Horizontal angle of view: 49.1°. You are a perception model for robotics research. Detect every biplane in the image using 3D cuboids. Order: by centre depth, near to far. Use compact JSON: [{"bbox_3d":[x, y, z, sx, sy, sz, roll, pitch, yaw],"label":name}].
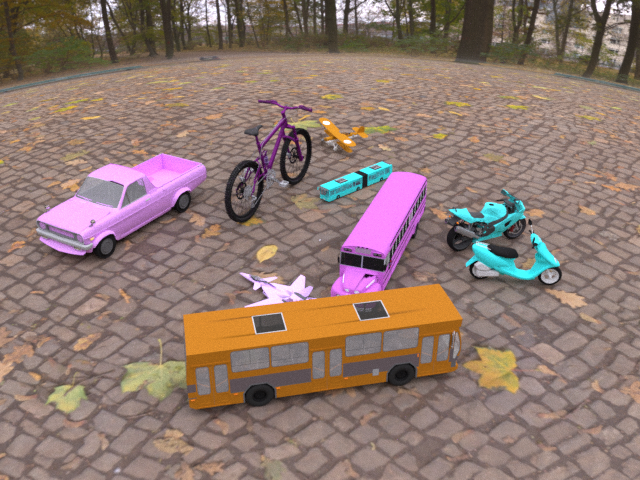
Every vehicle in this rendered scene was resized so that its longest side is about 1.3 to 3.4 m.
[{"bbox_3d":[0.506,-2.219,15.064,1.090,0.504,1.336,-16,33,-25],"label":"biplane"}]

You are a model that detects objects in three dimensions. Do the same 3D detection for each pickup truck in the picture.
[{"bbox_3d":[-3.301,-0.762,11.970,1.244,0.993,3.117,16,33,26],"label":"pickup truck"}]

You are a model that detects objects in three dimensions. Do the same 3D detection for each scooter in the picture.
[{"bbox_3d":[2.881,0.222,10.295,1.399,0.919,0.662,5,30,8],"label":"scooter"}]

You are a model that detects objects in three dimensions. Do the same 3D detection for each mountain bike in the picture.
[{"bbox_3d":[-0.864,-1.474,12.529,1.114,1.688,2.857,15,33,24],"label":"mountain bike"}]

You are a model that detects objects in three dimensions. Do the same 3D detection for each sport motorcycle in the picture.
[{"bbox_3d":[2.711,-0.293,11.311,1.520,0.821,0.506,-11,31,-19],"label":"sport motorcycle"}]

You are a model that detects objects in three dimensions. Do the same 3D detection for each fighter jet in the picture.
[{"bbox_3d":[-0.717,0.648,10.181,1.358,0.286,1.147,24,37,36],"label":"fighter jet"}]

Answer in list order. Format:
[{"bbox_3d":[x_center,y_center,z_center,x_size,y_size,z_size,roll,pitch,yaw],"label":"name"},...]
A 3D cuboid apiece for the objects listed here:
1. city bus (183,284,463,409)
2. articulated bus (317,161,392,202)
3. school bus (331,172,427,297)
[{"bbox_3d":[0.023,1.286,8.425,3.255,0.894,0.926,-6,30,-11],"label":"city bus"},{"bbox_3d":[0.700,-1.127,13.339,1.749,0.289,0.311,-24,37,-36],"label":"articulated bus"},{"bbox_3d":[0.970,-0.044,10.843,0.709,0.844,3.322,10,31,17],"label":"school bus"}]
